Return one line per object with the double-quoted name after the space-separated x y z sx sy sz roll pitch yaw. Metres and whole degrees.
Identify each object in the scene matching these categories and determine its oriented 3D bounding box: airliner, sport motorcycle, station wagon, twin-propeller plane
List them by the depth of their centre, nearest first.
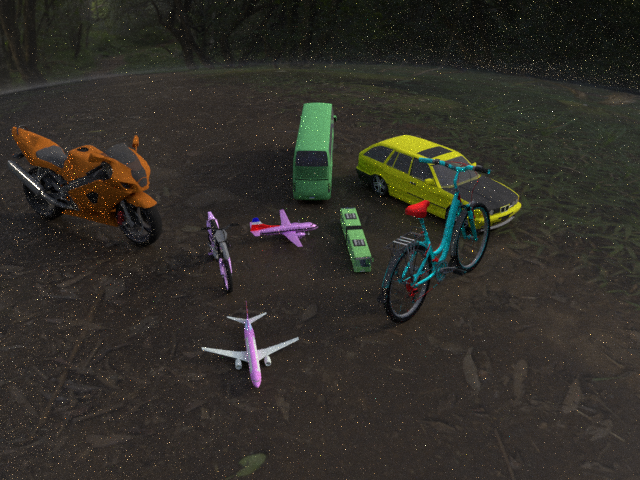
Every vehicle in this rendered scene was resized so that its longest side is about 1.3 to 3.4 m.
-0.807 1.225 8.245 1.161 0.429 1.307 -5 28 -9 "airliner"
-3.706 -0.883 11.068 2.955 1.596 0.983 15 31 26 "sport motorcycle"
-0.561 -0.217 11.073 1.095 0.407 1.370 -7 28 -13 "twin-propeller plane"
2.018 -1.090 12.211 1.327 0.920 3.105 -20 33 -34 "station wagon"

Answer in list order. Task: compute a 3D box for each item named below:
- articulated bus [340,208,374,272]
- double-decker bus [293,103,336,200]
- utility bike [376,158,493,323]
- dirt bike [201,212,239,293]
0.538 -0.030 10.840 0.311 0.289 1.749 -2 27 -5 "articulated bus"
-0.086 -1.783 13.414 0.756 1.052 3.251 1 27 2 "double-decker bus"
1.526 -0.105 9.291 1.039 1.839 2.791 21 34 35 "utility bike"
-1.428 0.106 9.954 0.527 0.857 1.493 -9 28 -16 "dirt bike"
